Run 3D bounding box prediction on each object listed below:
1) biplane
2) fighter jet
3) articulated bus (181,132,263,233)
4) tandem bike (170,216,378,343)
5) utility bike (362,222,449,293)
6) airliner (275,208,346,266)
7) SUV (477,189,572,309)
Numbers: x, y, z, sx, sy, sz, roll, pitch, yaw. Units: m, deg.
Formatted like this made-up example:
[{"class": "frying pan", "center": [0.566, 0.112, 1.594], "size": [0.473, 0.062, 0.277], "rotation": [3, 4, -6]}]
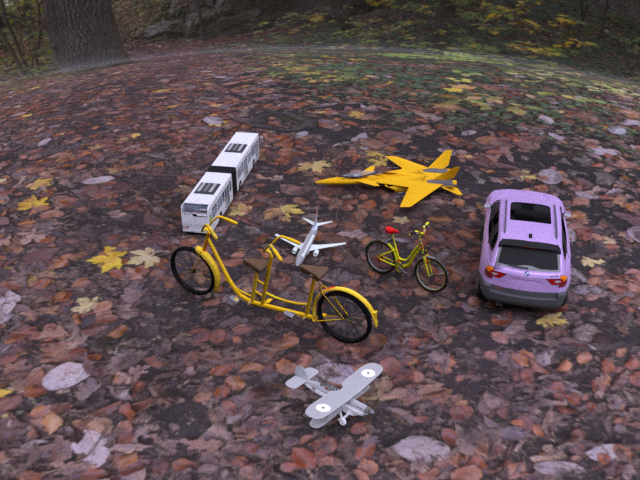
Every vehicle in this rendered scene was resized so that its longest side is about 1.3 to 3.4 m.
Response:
[{"class": "biplane", "center": [0.158, 1.715, 7.849], "size": [1.090, 0.504, 1.336], "rotation": [20, 35, 31]}, {"class": "fighter jet", "center": [1.228, -1.239, 12.957], "size": [2.640, 0.557, 2.229], "rotation": [-1, 30, -2]}, {"class": "articulated bus", "center": [-1.730, -1.131, 12.764], "size": [0.605, 0.561, 3.401], "rotation": [5, 30, 8]}, {"class": "tandem bike", "center": [-0.707, 0.480, 9.180], "size": [3.192, 1.326, 0.550], "rotation": [14, 33, 24]}, {"class": "utility bike", "center": [1.251, 0.166, 10.110], "size": [1.435, 0.946, 0.535], "rotation": [20, 35, 31]}, {"class": "airliner", "center": [-0.191, -0.030, 10.973], "size": [1.161, 0.429, 1.307], "rotation": [7, 31, 12]}, {"class": "SUV", "center": [3.045, -0.097, 10.387], "size": [1.276, 1.128, 3.058], "rotation": [7, 31, 12]}]
